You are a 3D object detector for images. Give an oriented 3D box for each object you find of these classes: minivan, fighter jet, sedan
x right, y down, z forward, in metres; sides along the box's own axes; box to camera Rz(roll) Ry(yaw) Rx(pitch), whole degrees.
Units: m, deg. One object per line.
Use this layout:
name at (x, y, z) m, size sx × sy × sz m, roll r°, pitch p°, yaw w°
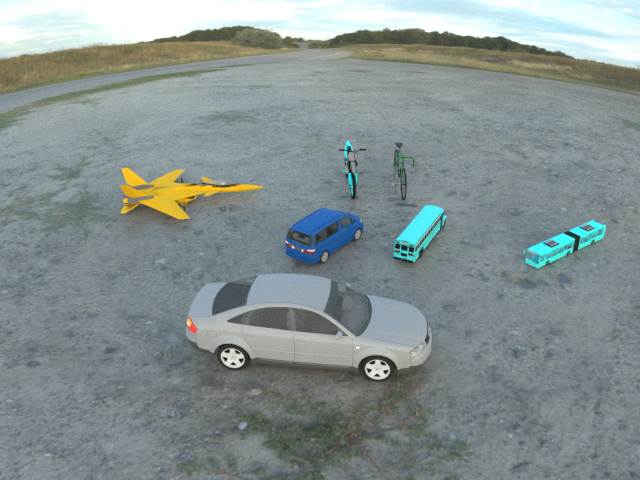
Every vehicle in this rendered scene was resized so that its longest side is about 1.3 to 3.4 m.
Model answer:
minivan at (0.105, -0.156, 11.394) m, size 0.681 × 0.616 × 1.548 m, roll 20°, pitch 34°, yaw 32°
fighter jet at (-2.369, -1.029, 13.053) m, size 2.640 × 0.557 × 2.229 m, roll -6°, pitch 29°, yaw -10°
sedan at (-0.139, 1.007, 8.930) m, size 3.137 × 0.940 × 1.235 m, roll 4°, pitch 29°, yaw 7°

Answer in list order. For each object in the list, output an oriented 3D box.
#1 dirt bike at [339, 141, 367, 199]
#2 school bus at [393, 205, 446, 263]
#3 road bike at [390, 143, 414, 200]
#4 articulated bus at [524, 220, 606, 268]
dirt bike at (0.597, -1.408, 13.434) m, size 0.527 × 0.857 × 1.493 m, roll -2°, pitch 29°, yaw -3°
school bus at (1.691, -0.150, 11.573) m, size 0.365 × 0.434 × 1.708 m, roll 14°, pitch 32°, yaw 23°
road bike at (1.536, -1.374, 13.377) m, size 0.358 × 0.852 × 1.545 m, roll -1°, pitch 29°, yaw -2°
articulated bus at (3.994, 0.055, 11.350) m, size 1.749 × 0.289 × 0.311 m, roll -19°, pitch 34°, yaw -31°
